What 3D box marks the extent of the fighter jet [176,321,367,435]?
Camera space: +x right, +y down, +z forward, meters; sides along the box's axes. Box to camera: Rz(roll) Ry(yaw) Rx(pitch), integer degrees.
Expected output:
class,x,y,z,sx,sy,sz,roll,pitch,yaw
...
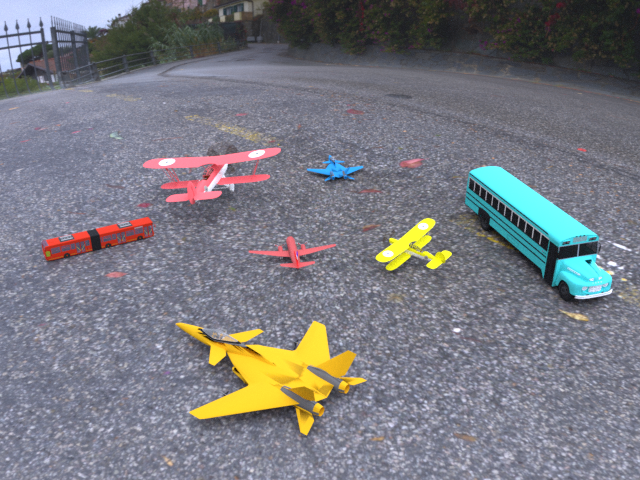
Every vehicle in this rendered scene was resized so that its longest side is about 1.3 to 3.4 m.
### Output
class,x,y,z,sx,sy,sz,roll,pitch,yaw
fighter jet,-0.842,1.314,8.397,2.640,0.557,2.229,19,33,33

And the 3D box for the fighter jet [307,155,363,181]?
class,x,y,z,sx,sy,sz,roll,pitch,yaw
fighter jet,0.293,-1.562,14.207,1.147,0.286,1.358,-4,28,-7

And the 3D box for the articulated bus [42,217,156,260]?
class,x,y,z,sx,sy,sz,roll,pitch,yaw
articulated bus,-3.534,-0.026,11.258,1.749,0.289,0.311,-15,31,-27

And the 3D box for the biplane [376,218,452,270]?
class,x,y,z,sx,sy,sz,roll,pitch,yaw
biplane,1.436,0.172,10.645,1.090,0.504,1.336,23,35,37

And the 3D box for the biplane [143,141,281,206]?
class,x,y,z,sx,sy,sz,roll,pitch,yaw
biplane,-2.035,-1.101,12.572,2.598,0.981,2.120,4,28,8

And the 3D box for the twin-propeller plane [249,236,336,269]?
class,x,y,z,sx,sy,sz,roll,pitch,yaw
twin-propeller plane,-0.410,0.146,10.800,1.370,0.407,1.095,-4,28,-8

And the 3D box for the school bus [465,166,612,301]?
class,x,y,z,sx,sy,sz,roll,pitch,yaw
school bus,3.343,-0.181,10.955,0.709,0.844,3.322,-8,29,-15
